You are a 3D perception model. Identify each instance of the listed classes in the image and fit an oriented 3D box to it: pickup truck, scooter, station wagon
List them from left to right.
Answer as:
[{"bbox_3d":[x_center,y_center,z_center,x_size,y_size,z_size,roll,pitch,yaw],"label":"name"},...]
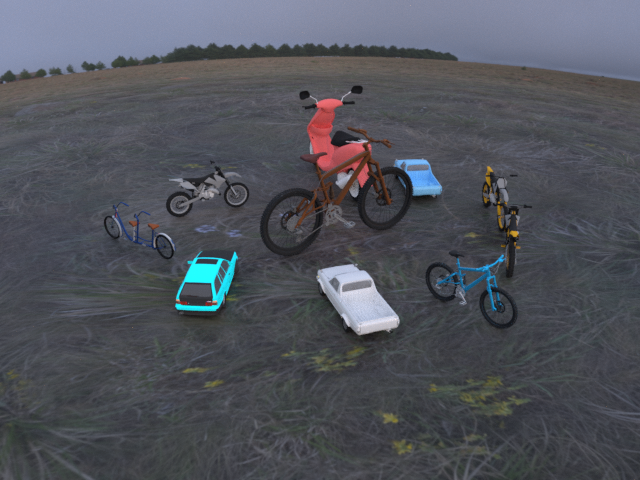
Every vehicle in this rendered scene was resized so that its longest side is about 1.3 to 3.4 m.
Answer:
[{"bbox_3d":[-1.559,0.488,9.804,0.682,0.473,1.597,2,26,4],"label":"station wagon"},{"bbox_3d":[0.326,-1.905,13.207,1.288,1.786,2.721,-10,28,-20],"label":"scooter"},{"bbox_3d":[0.469,0.730,9.266,0.640,0.511,1.603,-9,27,-17],"label":"pickup truck"},{"bbox_3d":[1.836,-1.226,13.270,0.640,0.511,1.603,-3,26,-6],"label":"pickup truck"}]

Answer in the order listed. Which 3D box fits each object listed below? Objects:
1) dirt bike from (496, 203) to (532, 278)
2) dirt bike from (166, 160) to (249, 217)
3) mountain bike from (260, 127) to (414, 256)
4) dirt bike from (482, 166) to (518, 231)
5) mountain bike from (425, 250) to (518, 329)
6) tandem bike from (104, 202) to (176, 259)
[{"bbox_3d":[2.873,-0.081,10.531,0.527,0.857,1.493,6,27,11],"label":"dirt bike"},{"bbox_3d":[-1.955,-0.884,12.177,1.493,0.857,0.527,-11,28,-21],"label":"dirt bike"},{"bbox_3d":[0.333,-0.743,10.941,2.857,1.688,1.114,-15,30,-28],"label":"mountain bike"},{"bbox_3d":[3.012,-0.773,11.949,0.527,0.857,1.493,-1,26,-2],"label":"dirt bike"},{"bbox_3d":[1.966,0.581,9.165,0.573,0.868,1.469,-22,33,-37],"label":"mountain bike"},{"bbox_3d":[-2.848,-0.171,10.915,1.642,0.682,0.283,17,31,32],"label":"tandem bike"}]
